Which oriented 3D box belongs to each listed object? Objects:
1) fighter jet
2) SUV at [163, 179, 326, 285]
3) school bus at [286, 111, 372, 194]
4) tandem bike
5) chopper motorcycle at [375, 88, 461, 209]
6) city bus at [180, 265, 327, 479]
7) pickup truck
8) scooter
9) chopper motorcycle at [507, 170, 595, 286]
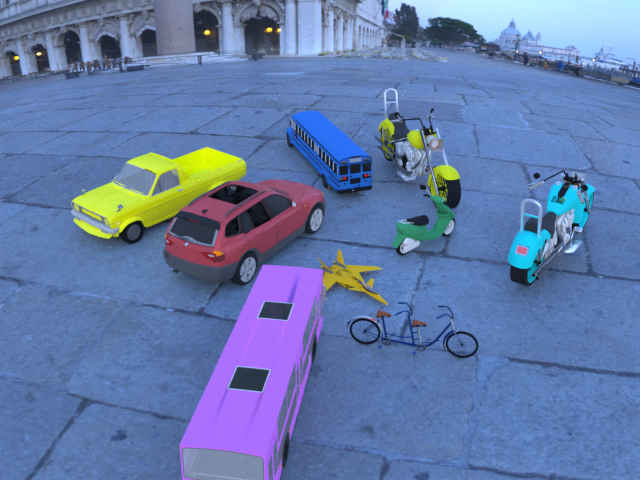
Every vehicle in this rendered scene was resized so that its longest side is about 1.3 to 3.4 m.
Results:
[{"bbox_3d":[0.520,0.562,10.056,1.147,0.286,1.358,-20,34,-33],"label":"fighter jet"},{"bbox_3d":[-1.085,-0.360,10.881,1.276,1.128,3.058,16,32,27],"label":"SUV"},{"bbox_3d":[0.083,-1.835,13.921,0.709,0.844,3.322,-10,30,-17],"label":"school bus"},{"bbox_3d":[1.137,1.093,8.652,1.642,0.682,0.283,7,29,12],"label":"tandem bike"},{"bbox_3d":[1.821,-1.744,13.083,0.906,1.480,3.040,-9,30,-16],"label":"chopper motorcycle"},{"bbox_3d":[-0.599,1.480,7.709,0.926,0.894,3.255,4,29,8],"label":"city bus"},{"bbox_3d":[-2.716,-0.957,12.134,1.244,0.993,3.117,22,35,34],"label":"pickup truck"},{"bbox_3d":[1.678,-0.317,11.022,1.399,0.919,0.662,-21,35,-34],"label":"scooter"},{"bbox_3d":[3.614,-0.405,10.593,0.906,1.480,3.040,19,34,31],"label":"chopper motorcycle"}]
